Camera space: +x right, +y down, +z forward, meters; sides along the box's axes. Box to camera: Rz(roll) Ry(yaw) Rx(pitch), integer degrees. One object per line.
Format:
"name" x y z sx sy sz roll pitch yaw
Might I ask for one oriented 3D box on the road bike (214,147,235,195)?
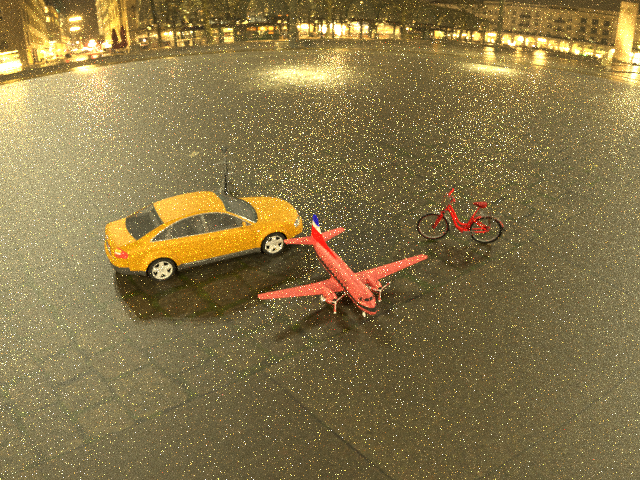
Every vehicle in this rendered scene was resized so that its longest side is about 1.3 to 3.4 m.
"road bike" -1.729 -1.215 12.821 0.358 0.852 1.545 -3 30 -5

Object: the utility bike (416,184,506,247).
"utility bike" 2.281 -0.341 11.214 1.435 0.946 0.535 4 30 7

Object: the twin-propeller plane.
"twin-propeller plane" 0.298 0.373 10.130 2.663 0.792 2.129 -13 32 -21

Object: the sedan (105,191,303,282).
"sedan" -1.786 -0.226 11.021 3.137 0.940 1.235 -13 32 -21
